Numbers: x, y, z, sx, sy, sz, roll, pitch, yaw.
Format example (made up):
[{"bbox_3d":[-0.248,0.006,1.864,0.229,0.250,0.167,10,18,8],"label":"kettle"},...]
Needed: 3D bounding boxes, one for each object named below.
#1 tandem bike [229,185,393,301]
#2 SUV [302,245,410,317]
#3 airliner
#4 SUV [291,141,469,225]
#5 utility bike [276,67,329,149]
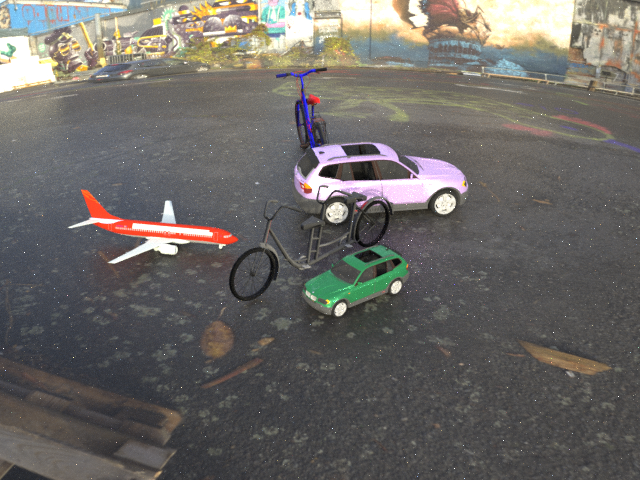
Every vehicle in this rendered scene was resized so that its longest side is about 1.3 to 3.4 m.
[{"bbox_3d":[-0.018,-0.146,10.030,3.192,1.326,0.550,-23,35,-38],"label":"tandem bike"},{"bbox_3d":[0.501,0.513,9.549,1.572,0.580,0.656,-18,32,-32],"label":"SUV"},{"bbox_3d":[-2.517,-0.314,10.907,2.541,0.835,2.257,5,27,9],"label":"airliner"},{"bbox_3d":[1.037,-1.075,12.091,3.058,1.128,1.276,-5,27,-10],"label":"SUV"},{"bbox_3d":[-0.284,-2.419,13.968,1.039,1.839,2.791,-6,27,-12],"label":"utility bike"}]
